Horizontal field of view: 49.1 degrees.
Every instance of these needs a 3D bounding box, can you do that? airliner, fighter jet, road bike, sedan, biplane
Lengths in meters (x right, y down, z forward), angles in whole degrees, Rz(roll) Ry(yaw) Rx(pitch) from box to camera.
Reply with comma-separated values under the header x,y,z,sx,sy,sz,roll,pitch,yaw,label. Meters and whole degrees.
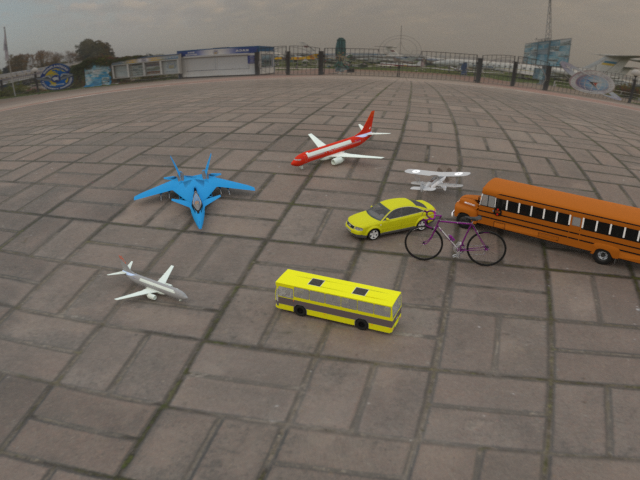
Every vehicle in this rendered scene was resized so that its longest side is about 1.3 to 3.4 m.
x,y,z,sx,sy,sz,roll,pitch,yaw,label
0.331,-2.153,15.080,2.541,0.835,2.257,-23,34,-38,airliner
-2.286,-0.903,12.839,2.229,0.557,2.640,-5,27,-11,fighter jet
-2.399,0.554,10.005,1.307,0.429,1.161,15,30,28,airliner
2.073,-0.024,10.706,1.545,0.852,0.358,5,27,10,road bike
1.206,-0.411,11.917,1.613,0.483,0.635,-11,28,-21,sedan
2.138,-1.104,13.311,1.336,0.504,1.090,17,31,30,biplane

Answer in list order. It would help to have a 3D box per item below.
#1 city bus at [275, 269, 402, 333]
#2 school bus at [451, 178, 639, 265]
x,y,z,sx,sy,sz,roll,pitch,yaw,label
0.235,0.828,9.410,1.674,0.460,0.476,10,28,20,city bus
3.769,-0.351,11.384,3.322,0.844,0.709,17,31,31,school bus
